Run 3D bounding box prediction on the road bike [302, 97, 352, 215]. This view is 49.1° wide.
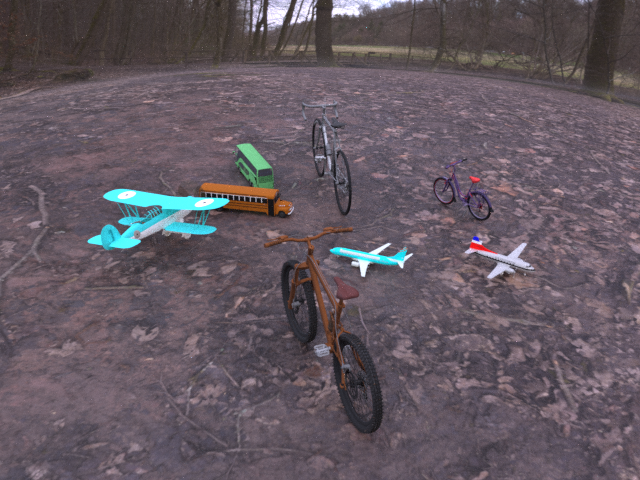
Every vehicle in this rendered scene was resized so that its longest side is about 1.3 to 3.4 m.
[{"bbox_3d":[0.189,-1.649,13.094,0.697,1.656,3.004,-6,28,-11],"label":"road bike"}]

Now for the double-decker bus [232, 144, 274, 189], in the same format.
[{"bbox_3d":[-1.334,-1.461,13.937,0.389,0.541,1.672,-10,29,-19],"label":"double-decker bus"}]

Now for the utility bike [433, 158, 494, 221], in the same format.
[{"bbox_3d":[2.509,-0.901,12.430,0.535,0.946,1.435,-19,33,-32],"label":"utility bike"}]

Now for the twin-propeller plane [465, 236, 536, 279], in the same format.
[{"bbox_3d":[2.811,0.254,10.802,1.095,0.407,1.370,19,33,32],"label":"twin-propeller plane"}]

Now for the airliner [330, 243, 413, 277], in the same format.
[{"bbox_3d":[0.752,0.187,10.906,1.307,0.429,1.161,12,30,22],"label":"airliner"}]

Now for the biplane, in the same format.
[{"bbox_3d":[-2.708,-0.301,11.245,2.598,0.981,2.120,16,32,28],"label":"biplane"}]

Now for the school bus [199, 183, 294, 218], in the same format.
[{"bbox_3d":[-1.326,-0.727,12.648,1.708,0.434,0.365,6,28,12],"label":"school bus"}]

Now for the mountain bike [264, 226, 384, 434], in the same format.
[{"bbox_3d":[0.065,0.903,8.177,1.114,1.688,2.857,-11,29,-20],"label":"mountain bike"}]
